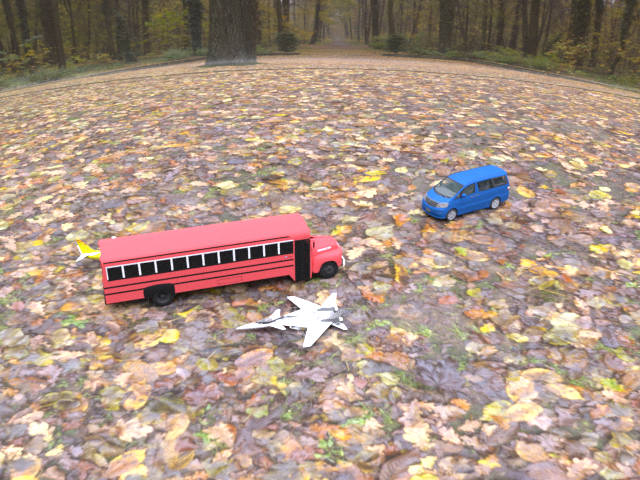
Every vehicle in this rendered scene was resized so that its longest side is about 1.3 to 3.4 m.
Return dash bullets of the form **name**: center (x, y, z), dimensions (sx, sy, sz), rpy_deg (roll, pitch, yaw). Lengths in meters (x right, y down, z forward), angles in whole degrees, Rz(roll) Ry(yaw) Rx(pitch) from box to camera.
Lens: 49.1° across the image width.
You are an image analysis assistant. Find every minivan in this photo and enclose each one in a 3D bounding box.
- **minivan**: center (2.464, -0.813, 11.840), dimensions (1.548, 0.616, 0.681), rpy_deg (-14, 31, -25)

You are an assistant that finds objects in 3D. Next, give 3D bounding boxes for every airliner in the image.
- **airliner**: center (-2.895, 0.110, 10.275), dimensions (1.307, 0.429, 1.161), rpy_deg (-7, 28, -13)

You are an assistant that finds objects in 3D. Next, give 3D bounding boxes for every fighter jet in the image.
- **fighter jet**: center (-0.380, 0.962, 8.799), dimensions (1.358, 0.286, 1.147), rpy_deg (-6, 28, -11)

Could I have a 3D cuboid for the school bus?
- **school bus**: center (-1.280, 0.231, 9.596), dimensions (3.322, 0.844, 0.709), rpy_deg (-8, 29, -16)
